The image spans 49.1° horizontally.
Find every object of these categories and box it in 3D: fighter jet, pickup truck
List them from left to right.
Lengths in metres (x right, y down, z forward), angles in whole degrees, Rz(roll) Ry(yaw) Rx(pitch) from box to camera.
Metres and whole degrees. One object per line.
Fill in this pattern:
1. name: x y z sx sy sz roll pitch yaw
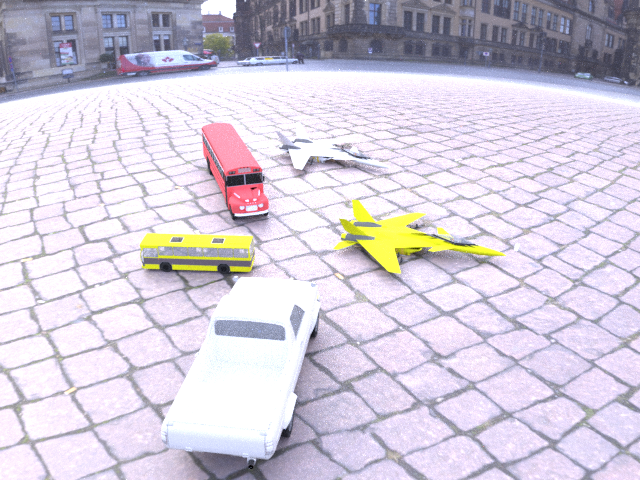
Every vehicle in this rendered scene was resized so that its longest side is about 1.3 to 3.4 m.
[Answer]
1. pickup truck: -0.766 1.242 7.971 1.244 0.993 3.117 4 27 7
2. fighter jet: 0.330 -1.932 14.819 2.640 0.557 2.229 16 31 29
3. fighter jet: 1.630 -0.089 11.127 2.640 0.557 2.229 8 28 16

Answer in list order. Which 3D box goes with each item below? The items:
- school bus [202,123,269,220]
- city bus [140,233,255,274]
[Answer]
1. school bus: -1.661 -1.373 13.377 0.709 0.844 3.322 -8 28 -16
2. city bus: -1.851 0.208 10.641 1.674 0.460 0.476 2 27 3
